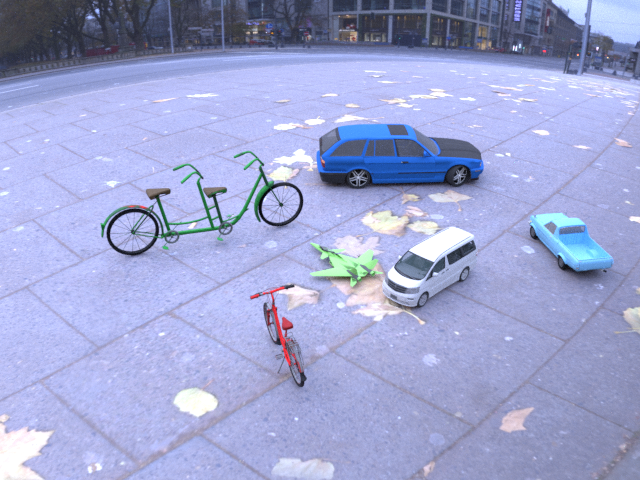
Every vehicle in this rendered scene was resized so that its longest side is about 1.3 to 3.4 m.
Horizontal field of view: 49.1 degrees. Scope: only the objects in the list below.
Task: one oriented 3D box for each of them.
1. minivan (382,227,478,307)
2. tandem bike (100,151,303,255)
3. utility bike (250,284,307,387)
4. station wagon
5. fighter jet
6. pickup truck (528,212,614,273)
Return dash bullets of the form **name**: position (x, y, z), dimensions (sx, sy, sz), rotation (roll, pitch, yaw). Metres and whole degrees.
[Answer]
- **minivan**: position (1.536, 0.358, 9.713), dimensions (1.548, 0.616, 0.681), rotation (-25, 37, -38)
- **tandem bike**: position (-1.738, -0.577, 10.688), dimensions (3.192, 1.326, 0.550), rotation (-12, 31, -20)
- **utility bike**: position (-0.480, 1.052, 8.092), dimensions (0.535, 0.946, 1.435), rotation (-11, 30, -19)
- **station wagon**: position (1.491, -1.628, 13.045), dimensions (3.105, 0.920, 1.327), rotation (-1, 29, -2)
- **fighter jet**: position (0.264, 0.225, 10.302), dimensions (1.147, 0.286, 1.358), rotation (-20, 35, -33)
- **pickup truck**: position (3.738, -0.020, 10.517), dimensions (0.640, 0.511, 1.603), rotation (-5, 29, -9)
